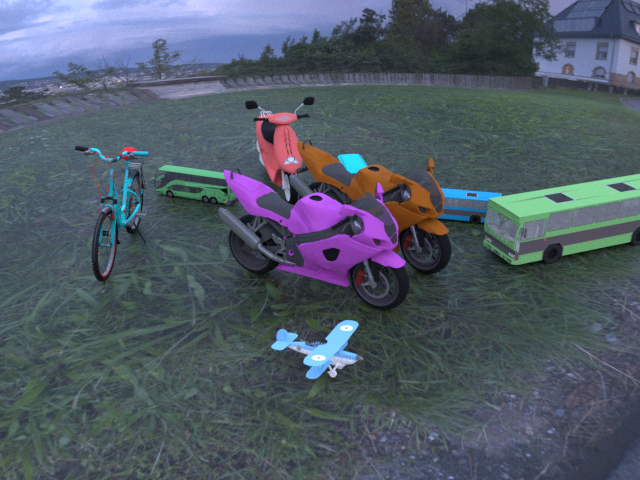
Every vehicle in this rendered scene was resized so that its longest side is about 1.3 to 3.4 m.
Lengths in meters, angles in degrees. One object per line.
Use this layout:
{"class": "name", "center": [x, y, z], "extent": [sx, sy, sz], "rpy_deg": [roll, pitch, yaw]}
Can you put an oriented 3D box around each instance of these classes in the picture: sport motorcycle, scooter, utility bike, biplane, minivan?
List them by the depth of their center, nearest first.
{"class": "biplane", "center": [-0.005, 1.270, 8.148], "extent": [1.090, 0.504, 1.336], "rpy_deg": [10, 27, 20]}
{"class": "sport motorcycle", "center": [-0.109, -0.041, 9.649], "extent": [2.955, 1.596, 0.983], "rpy_deg": [15, 29, 28]}
{"class": "utility bike", "center": [-2.964, -0.649, 10.652], "extent": [1.039, 1.839, 2.791], "rpy_deg": [0, 25, 0]}
{"class": "sport motorcycle", "center": [0.752, -0.546, 10.719], "extent": [2.955, 1.596, 0.983], "rpy_deg": [21, 32, 37]}
{"class": "minivan", "center": [0.664, -1.093, 13.028], "extent": [0.681, 0.616, 1.548], "rpy_deg": [-4, 26, -8]}
{"class": "scooter", "center": [-0.803, -1.879, 13.321], "extent": [1.288, 1.786, 2.721], "rpy_deg": [-7, 26, -14]}

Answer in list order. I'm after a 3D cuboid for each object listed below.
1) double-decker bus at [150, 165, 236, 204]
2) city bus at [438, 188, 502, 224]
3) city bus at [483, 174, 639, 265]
{"class": "double-decker bus", "center": [-2.340, -1.035, 12.991], "extent": [1.672, 0.541, 0.389], "rpy_deg": [9, 27, 19]}
{"class": "city bus", "center": [2.291, -0.600, 12.164], "extent": [1.674, 0.460, 0.476], "rpy_deg": [6, 26, 12]}
{"class": "city bus", "center": [4.205, -0.337, 11.099], "extent": [3.255, 0.894, 0.926], "rpy_deg": [-10, 27, -20]}
